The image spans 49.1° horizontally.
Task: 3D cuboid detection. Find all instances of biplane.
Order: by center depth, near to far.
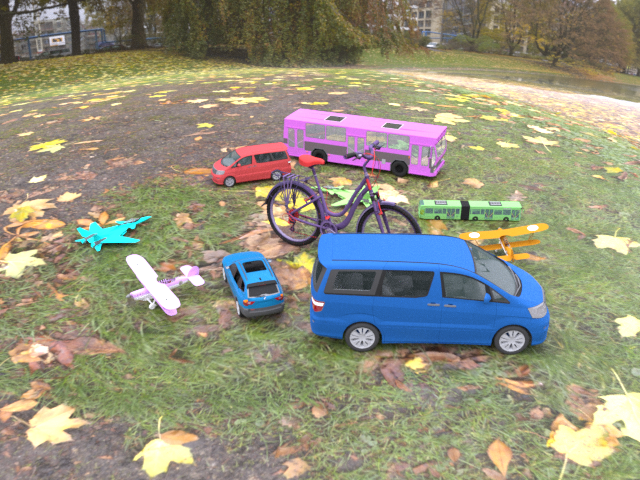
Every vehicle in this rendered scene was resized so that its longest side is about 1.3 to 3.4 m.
[{"bbox_3d":[-2.130,0.635,9.588,1.090,0.504,1.336,-19,32,-32],"label":"biplane"},{"bbox_3d":[2.821,0.071,10.696,1.336,0.504,1.090,1,27,1],"label":"biplane"}]

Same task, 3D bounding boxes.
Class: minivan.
[{"bbox_3d":[1.379,0.617,8.859,3.011,1.197,1.324,1,27,2],"label":"minivan"},{"bbox_3d":[-1.350,-1.484,13.630,1.548,0.616,0.681,-10,29,-18],"label":"minivan"}]

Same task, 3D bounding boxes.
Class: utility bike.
[{"bbox_3d":[0.317,-0.628,10.598,2.791,1.839,1.039,15,30,26],"label":"utility bike"}]

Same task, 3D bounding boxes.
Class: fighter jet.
[{"bbox_3d":[-3.308,-0.236,11.539,1.147,0.286,1.358,19,32,32],"label":"fighter jet"},{"bbox_3d":[0.419,-0.923,12.891,1.358,0.286,1.147,14,30,26],"label":"fighter jet"}]

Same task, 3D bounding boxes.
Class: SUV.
[{"bbox_3d":[-0.944,0.519,9.732,0.656,0.580,1.572,-8,28,-16],"label":"SUV"}]

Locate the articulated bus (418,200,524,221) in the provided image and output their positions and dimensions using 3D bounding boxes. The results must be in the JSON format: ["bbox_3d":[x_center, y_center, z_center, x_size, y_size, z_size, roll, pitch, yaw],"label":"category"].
[{"bbox_3d":[2.589,-0.511,12.079,1.749,0.289,0.311,1,27,2],"label":"articulated bus"}]

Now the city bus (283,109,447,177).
[{"bbox_3d":[0.888,-1.970,14.278,3.255,0.894,0.926,11,29,20],"label":"city bus"}]
